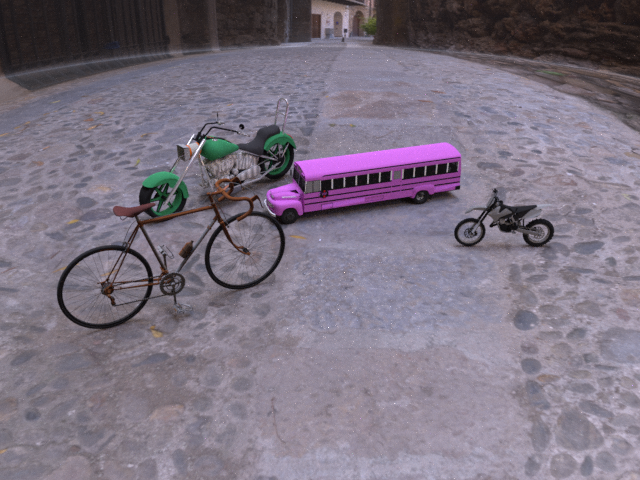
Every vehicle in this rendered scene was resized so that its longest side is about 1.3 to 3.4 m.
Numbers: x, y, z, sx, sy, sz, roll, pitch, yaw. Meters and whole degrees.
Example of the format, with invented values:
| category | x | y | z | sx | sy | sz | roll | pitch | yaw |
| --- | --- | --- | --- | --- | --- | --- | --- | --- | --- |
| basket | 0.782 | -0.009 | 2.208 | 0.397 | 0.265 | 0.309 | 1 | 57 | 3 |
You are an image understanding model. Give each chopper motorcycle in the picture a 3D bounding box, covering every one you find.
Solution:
| category | x | y | z | sx | sy | sz | roll | pitch | yaw |
| --- | --- | --- | --- | --- | --- | --- | --- | --- | --- |
| chopper motorcycle | -1.649 | -1.379 | 11.703 | 3.040 | 1.480 | 0.906 | -23 | 37 | -35 |

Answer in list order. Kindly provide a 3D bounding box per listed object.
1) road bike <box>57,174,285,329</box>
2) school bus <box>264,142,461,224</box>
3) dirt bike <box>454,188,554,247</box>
| category | x | y | z | sx | sy | sz | roll | pitch | yaw |
| --- | --- | --- | --- | --- | --- | --- | --- | --- | --- |
| road bike | -1.795 | 0.150 | 8.809 | 3.004 | 1.656 | 0.696 | -15 | 33 | -25 |
| school bus | 0.718 | -0.980 | 11.643 | 3.322 | 0.844 | 0.709 | -9 | 31 | -16 |
| dirt bike | 2.756 | -0.277 | 10.381 | 1.493 | 0.857 | 0.527 | 0 | 29 | 0 |
